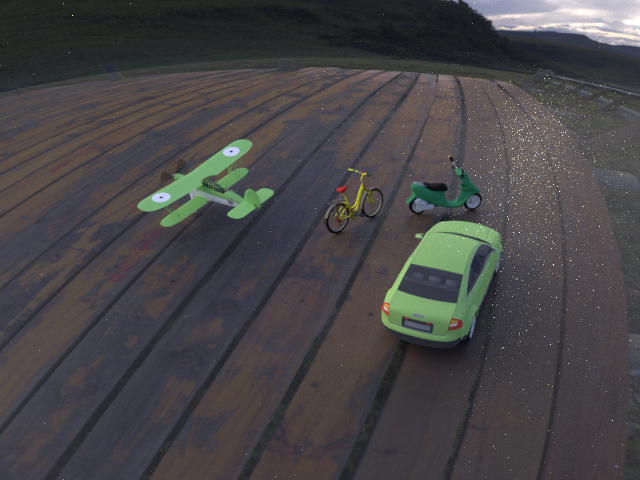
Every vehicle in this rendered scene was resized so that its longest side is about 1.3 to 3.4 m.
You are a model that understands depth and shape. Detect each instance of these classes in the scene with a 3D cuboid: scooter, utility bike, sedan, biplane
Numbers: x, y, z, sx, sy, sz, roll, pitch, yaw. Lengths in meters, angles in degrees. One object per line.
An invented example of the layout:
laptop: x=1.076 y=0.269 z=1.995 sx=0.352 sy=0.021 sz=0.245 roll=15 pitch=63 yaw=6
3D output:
scooter: x=2.205 y=-0.909 z=12.277 sx=1.399 sy=0.919 sz=0.662 roll=-5 pitch=29 yaw=-8
utility bike: x=0.545 y=-0.693 z=11.856 sx=1.435 sy=0.946 sz=0.535 roll=-24 pitch=37 yaw=-37
sedan: x=1.807 y=0.395 z=9.878 sx=1.235 sy=0.940 sz=3.137 roll=12 pitch=31 yaw=20
biplane: x=-1.846 y=-0.816 z=12.044 sx=2.120 sy=0.981 sz=2.598 roll=20 pitch=34 yaw=31
